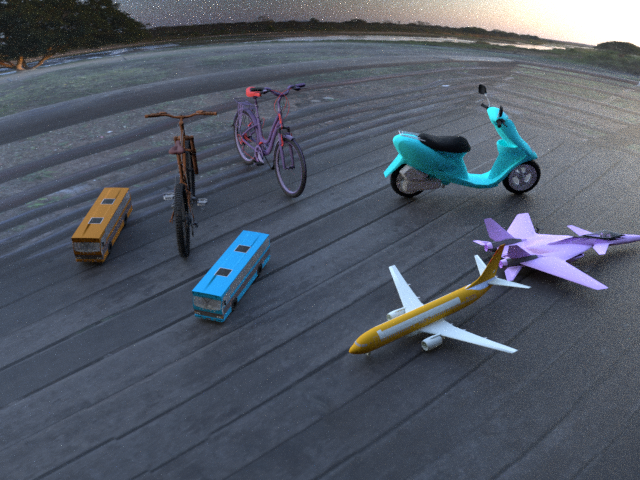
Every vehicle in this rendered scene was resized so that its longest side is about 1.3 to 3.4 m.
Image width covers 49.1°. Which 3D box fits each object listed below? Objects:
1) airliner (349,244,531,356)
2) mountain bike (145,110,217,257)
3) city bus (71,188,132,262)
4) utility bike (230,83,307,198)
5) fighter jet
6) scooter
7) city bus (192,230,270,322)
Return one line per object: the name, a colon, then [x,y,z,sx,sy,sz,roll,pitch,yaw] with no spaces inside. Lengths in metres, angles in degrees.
airliner: [1.394,0.753,8.704,2.541,0.835,2.257,-19,35,-29]
mountain bike: [-2.104,-0.989,10.858,1.114,1.688,2.857,-3,30,-5]
city bus: [-3.327,-0.244,10.798,0.476,0.460,1.674,1,30,1]
utility bike: [-0.878,-1.973,12.404,1.039,1.839,2.791,-17,34,-27]
fighter jet: [3.734,-0.027,10.326,2.640,0.557,2.229,-7,31,-12]
scooter: [2.451,-1.554,11.735,2.721,1.786,1.288,-2,30,-3]
city bus: [-1.174,0.475,9.558,0.476,0.460,1.674,9,31,15]
